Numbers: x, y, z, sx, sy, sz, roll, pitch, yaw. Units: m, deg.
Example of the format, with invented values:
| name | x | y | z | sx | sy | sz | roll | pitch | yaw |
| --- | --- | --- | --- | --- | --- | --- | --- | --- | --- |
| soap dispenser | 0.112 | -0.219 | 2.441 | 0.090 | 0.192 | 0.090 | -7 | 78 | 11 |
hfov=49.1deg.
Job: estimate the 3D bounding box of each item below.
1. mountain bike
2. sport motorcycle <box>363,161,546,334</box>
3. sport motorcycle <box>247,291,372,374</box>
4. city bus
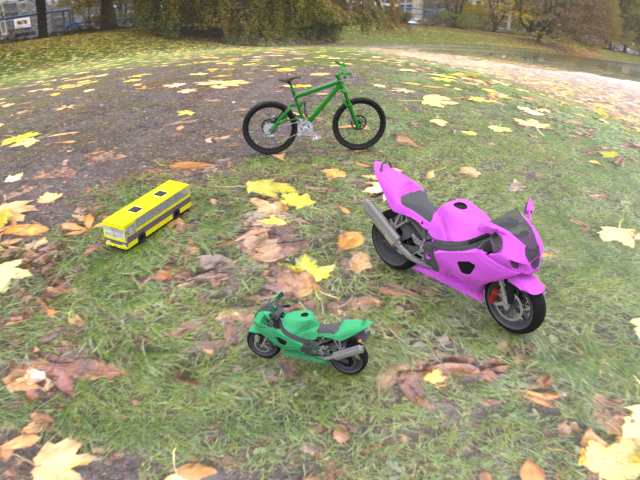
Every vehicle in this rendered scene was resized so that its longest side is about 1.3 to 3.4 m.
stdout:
| name | x | y | z | sx | sy | sz | roll | pitch | yaw |
| --- | --- | --- | --- | --- | --- | --- | --- | --- | --- |
| mountain bike | -0.099 | -2.506 | 13.653 | 2.857 | 1.688 | 1.114 | -4 | 30 | -6 |
| sport motorcycle | 1.748 | 0.050 | 9.256 | 0.983 | 1.596 | 2.955 | -23 | 37 | -34 |
| sport motorcycle | -0.145 | 1.124 | 8.153 | 1.520 | 0.821 | 0.506 | 8 | 31 | 14 |
| city bus | -2.732 | -0.410 | 11.212 | 0.476 | 0.460 | 1.674 | 14 | 32 | 23 |
